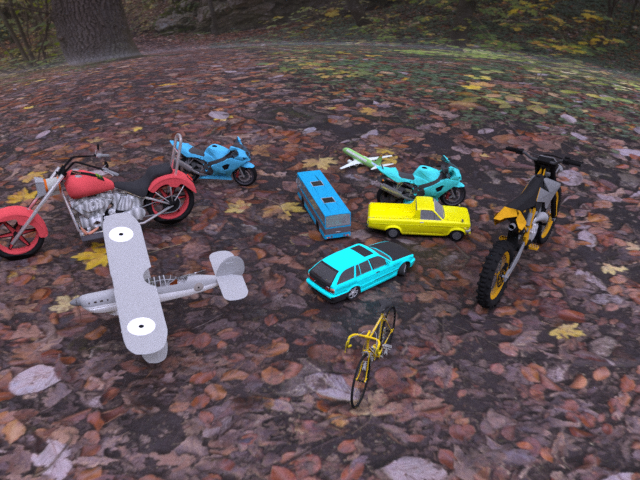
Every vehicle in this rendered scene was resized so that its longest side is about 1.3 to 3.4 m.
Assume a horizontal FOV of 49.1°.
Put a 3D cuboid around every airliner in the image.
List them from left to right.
[{"bbox_3d":[0.785,-1.590,13.025,1.161,0.429,1.307,-17,34,-27],"label":"airliner"}]

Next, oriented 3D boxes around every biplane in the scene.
[{"bbox_3d":[-1.941,0.618,8.553,2.120,0.981,2.598,-10,31,-17],"label":"biplane"}]

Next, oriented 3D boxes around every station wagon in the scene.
[{"bbox_3d":[0.591,0.335,9.570,1.597,0.473,0.682,-22,36,-33],"label":"station wagon"}]

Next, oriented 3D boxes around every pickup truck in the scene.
[{"bbox_3d":[1.519,-0.368,10.778,1.603,0.511,0.640,3,30,5],"label":"pickup truck"}]

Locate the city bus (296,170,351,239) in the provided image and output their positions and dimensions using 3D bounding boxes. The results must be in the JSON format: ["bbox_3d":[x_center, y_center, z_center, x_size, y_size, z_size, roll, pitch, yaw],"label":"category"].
[{"bbox_3d":[0.039,-0.569,11.186,0.476,0.460,1.674,-8,30,-14],"label":"city bus"}]

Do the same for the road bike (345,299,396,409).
[{"bbox_3d":[0.611,1.162,7.721,0.358,0.852,1.545,11,31,19],"label":"road bike"}]

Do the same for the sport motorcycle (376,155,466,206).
[{"bbox_3d":[1.648,-0.894,11.395,1.520,0.821,0.506,-3,30,-5],"label":"sport motorcycle"}]

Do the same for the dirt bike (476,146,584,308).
[{"bbox_3d":[2.796,-0.302,9.485,1.024,1.666,2.903,18,34,29],"label":"dirt bike"}]

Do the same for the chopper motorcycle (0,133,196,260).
[{"bbox_3d":[-3.329,-0.656,10.302,3.040,1.480,0.906,-13,32,-22],"label":"chopper motorcycle"}]

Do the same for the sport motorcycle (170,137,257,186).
[{"bbox_3d":[-1.850,-1.355,12.211,1.520,0.821,0.506,4,30,7],"label":"sport motorcycle"}]
